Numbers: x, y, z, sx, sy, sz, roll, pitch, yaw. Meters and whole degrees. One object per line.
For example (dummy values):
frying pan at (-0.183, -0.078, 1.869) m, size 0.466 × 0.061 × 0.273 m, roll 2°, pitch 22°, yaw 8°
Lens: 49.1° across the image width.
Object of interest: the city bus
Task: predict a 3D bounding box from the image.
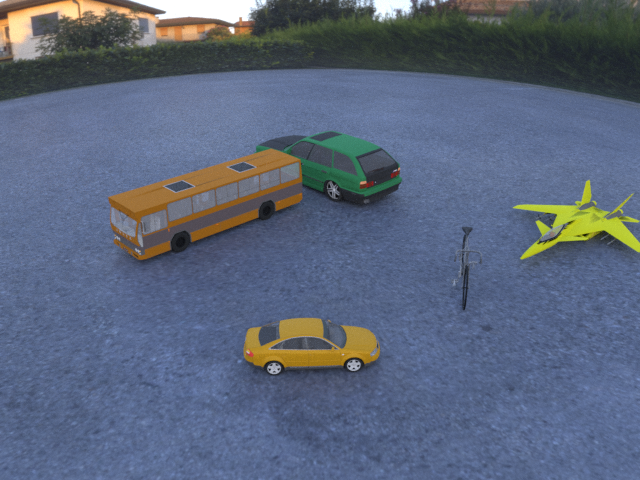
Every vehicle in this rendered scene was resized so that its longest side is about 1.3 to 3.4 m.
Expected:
city bus at (-1.756, -0.619, 11.437) m, size 3.255 × 0.894 × 0.926 m, roll -23°, pitch 35°, yaw -38°

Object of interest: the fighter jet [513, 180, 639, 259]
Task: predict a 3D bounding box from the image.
fighter jet at (3.957, -0.270, 11.117) m, size 2.640 × 0.557 × 2.229 m, roll -22°, pitch 34°, yaw -37°

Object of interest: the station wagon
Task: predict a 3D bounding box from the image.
station wagon at (0.061, -1.557, 13.272) m, size 1.327 × 0.920 × 3.105 m, roll -24°, pitch 35°, yaw -39°

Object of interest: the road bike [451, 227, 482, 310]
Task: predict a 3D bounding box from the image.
road bike at (2.001, 0.309, 9.638) m, size 0.358 × 0.852 × 1.545 m, roll 4°, pitch 27°, yaw 8°

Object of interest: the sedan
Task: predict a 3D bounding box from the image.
sedan at (-0.095, 1.208, 8.262) m, size 1.613 × 0.483 × 0.635 m, roll -1°, pitch 27°, yaw -3°
